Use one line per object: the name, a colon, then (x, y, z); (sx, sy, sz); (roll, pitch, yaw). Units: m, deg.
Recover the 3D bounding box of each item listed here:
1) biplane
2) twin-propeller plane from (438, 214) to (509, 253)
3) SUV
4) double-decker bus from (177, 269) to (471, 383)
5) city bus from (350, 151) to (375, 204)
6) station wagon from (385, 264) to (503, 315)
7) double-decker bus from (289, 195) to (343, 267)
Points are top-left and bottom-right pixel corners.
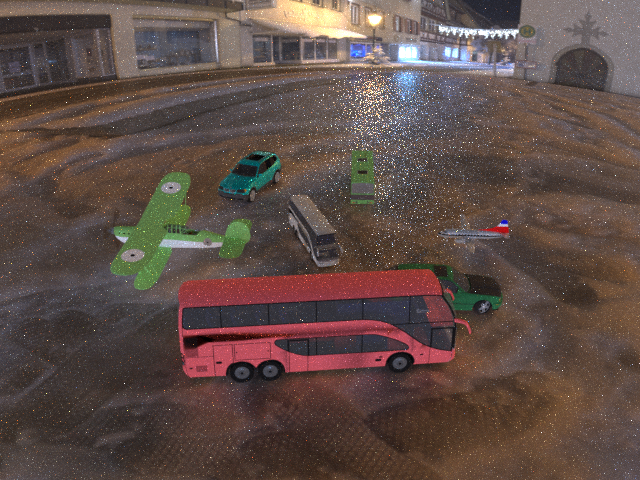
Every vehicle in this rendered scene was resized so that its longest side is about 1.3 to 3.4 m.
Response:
biplane: (-2.045, -0.036, 10.044); (2.120, 0.981, 2.598); (3, 27, 6)
twin-propeller plane: (2.387, -0.144, 10.897); (1.095, 0.407, 1.370); (2, 27, 4)
SUV: (-1.264, -1.192, 12.788); (0.656, 0.580, 1.572); (11, 29, 21)
double-decker bus: (0.037, 0.951, 8.004); (3.251, 1.052, 0.756); (-3, 27, -5)
city bus: (0.774, -1.145, 12.829); (0.476, 0.460, 1.674); (1, 27, 2)
station wagon: (1.624, 0.613, 9.318); (1.597, 0.473, 0.682); (2, 27, 4)
double-decker bus: (-0.105, -0.147, 10.755); (0.389, 0.541, 1.672); (-8, 28, -16)
